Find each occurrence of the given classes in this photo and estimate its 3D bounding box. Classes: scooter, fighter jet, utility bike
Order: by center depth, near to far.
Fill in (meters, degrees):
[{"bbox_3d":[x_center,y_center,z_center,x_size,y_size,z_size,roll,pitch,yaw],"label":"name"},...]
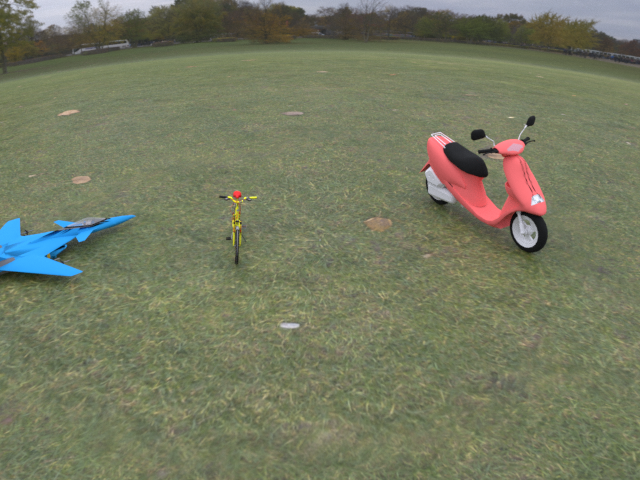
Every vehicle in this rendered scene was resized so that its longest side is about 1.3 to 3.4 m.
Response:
[{"bbox_3d":[-1.188,-0.310,10.335,0.535,0.946,1.435,-3,29,-6],"label":"utility bike"},{"bbox_3d":[-3.935,-0.114,10.382,2.640,0.557,2.229,-24,36,-36],"label":"fighter jet"},{"bbox_3d":[2.517,-1.044,10.804,1.288,1.786,2.721,-17,33,-28],"label":"scooter"}]
